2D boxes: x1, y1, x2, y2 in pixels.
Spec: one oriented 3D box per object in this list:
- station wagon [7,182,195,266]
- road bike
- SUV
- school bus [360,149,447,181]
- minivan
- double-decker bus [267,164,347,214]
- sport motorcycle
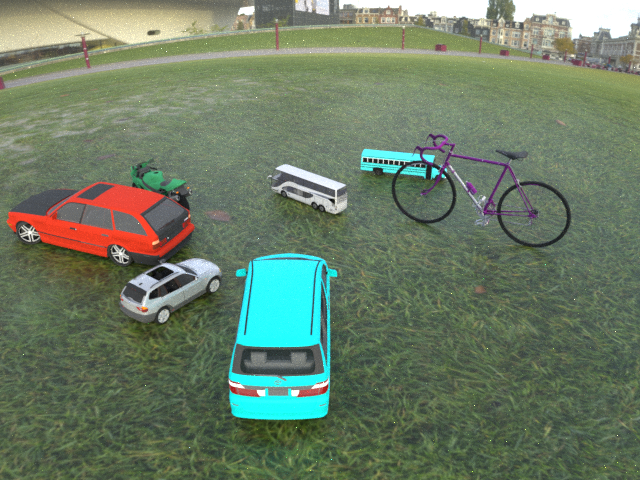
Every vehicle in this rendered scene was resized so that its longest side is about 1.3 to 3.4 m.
[{"bbox_3d":[-3.647,-0.402,11.439,3.105,0.920,1.327,11,31,19],"label":"station wagon"},{"bbox_3d":[2.585,-0.823,11.439,3.004,1.656,0.696,14,32,23],"label":"road bike"},{"bbox_3d":[-2.094,0.626,9.945,0.656,0.580,1.572,21,35,32],"label":"SUV"},{"bbox_3d":[1.671,-1.494,13.896,1.708,0.434,0.365,7,30,12],"label":"school bus"},{"bbox_3d":[-0.440,0.917,8.790,1.324,1.197,3.011,0,29,0],"label":"minivan"},{"bbox_3d":[-0.235,-0.950,12.812,1.672,0.541,0.389,23,36,35],"label":"double-decker bus"},{"bbox_3d":[-2.862,-0.909,12.450,1.520,0.821,0.506,21,36,33],"label":"sport motorcycle"}]
